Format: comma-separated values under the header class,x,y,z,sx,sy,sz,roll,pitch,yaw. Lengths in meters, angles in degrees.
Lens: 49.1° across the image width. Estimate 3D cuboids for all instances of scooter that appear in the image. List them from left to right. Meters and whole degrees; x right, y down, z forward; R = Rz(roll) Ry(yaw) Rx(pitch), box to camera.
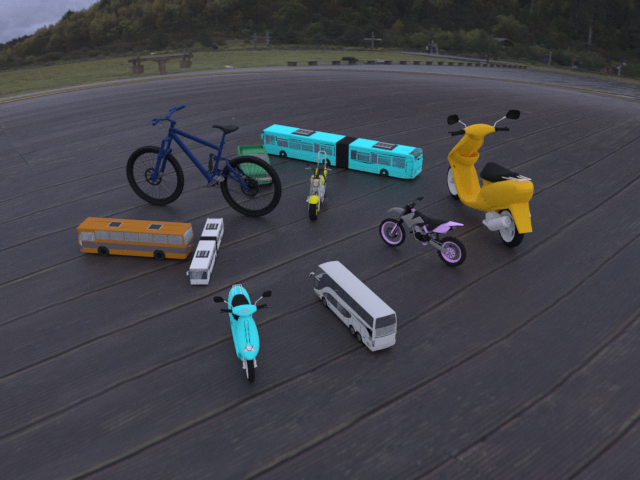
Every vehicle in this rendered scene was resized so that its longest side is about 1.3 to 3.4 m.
class,x,y,z,sx,sy,sz,roll,pitch,yaw
scooter,-0.903,0.943,8.220,0.662,0.919,1.399,-6,27,-11
scooter,2.716,-1.117,11.372,1.288,1.786,2.721,-7,27,-13

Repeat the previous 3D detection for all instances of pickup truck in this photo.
class,x,y,z,sx,sy,sz,roll,pitch,yaw
pickup truck,-1.281,-1.524,13.615,0.640,0.511,1.603,-4,27,-9

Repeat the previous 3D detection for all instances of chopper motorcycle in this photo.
class,x,y,z,sx,sy,sz,roll,pitch,yaw
chopper motorcycle,-0.040,-0.969,12.224,0.466,0.761,1.563,3,27,6

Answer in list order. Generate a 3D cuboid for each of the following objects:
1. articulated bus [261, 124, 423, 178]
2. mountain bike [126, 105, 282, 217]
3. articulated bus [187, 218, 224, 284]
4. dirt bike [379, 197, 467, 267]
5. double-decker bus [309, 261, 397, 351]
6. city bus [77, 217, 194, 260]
class,x,y,z,sx,sy,sz,roll,pitch,yaw
articulated bus,0.381,-1.798,14.106,3.401,0.561,0.605,13,30,25
mountain bike,-2.009,-1.273,11.795,2.857,1.688,1.114,7,27,14
articulated bus,-1.692,0.136,10.539,0.311,0.289,1.749,0,27,0
dirt bike,1.520,-0.142,10.461,1.493,0.857,0.527,19,32,33
double-decker bus,0.404,0.791,8.947,0.389,0.541,1.672,-13,29,-24
city bus,-2.792,-0.013,10.647,1.674,0.460,0.476,4,27,7
